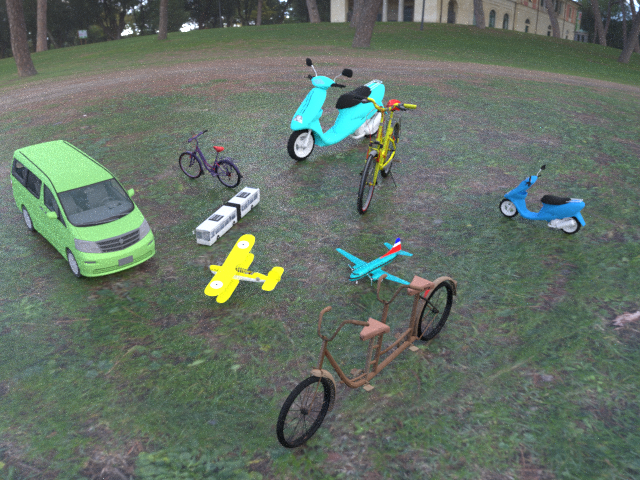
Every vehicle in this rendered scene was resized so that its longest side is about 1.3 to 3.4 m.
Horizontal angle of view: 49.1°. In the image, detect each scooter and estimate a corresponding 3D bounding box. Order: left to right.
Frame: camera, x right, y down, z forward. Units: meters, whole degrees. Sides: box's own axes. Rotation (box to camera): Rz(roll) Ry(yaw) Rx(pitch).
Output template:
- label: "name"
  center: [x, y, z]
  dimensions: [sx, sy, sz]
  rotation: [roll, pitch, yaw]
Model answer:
- label: "scooter"
  center: [0.385, -2.691, 13.994]
  dimensions: [2.721, 1.786, 1.288]
  rotation: [-24, 36, -37]
- label: "scooter"
  center: [3.542, -0.639, 11.106]
  dimensions: [1.399, 0.919, 0.662]
  rotation: [19, 34, 31]

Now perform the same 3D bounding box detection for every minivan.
- label: "minivan"
  center: [-3.661, -0.535, 10.620]
  dimensions: [1.324, 1.197, 3.011]
  rotation: [-21, 35, -34]

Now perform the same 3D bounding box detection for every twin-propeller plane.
- label: "twin-propeller plane"
  center: [0.794, 0.303, 9.899]
  dimensions: [1.095, 0.407, 1.370]
  rotation: [-25, 37, -38]

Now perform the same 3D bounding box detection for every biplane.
- label: "biplane"
  center: [-1.050, 0.472, 9.483]
  dimensions: [1.090, 0.504, 1.336]
  rotation: [9, 30, 16]

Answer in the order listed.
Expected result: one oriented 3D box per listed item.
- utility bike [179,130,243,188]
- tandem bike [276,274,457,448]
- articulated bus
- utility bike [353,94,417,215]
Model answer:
- label: "utility bike"
  center: [-2.014, -1.420, 12.525]
  dimensions: [1.435, 0.946, 0.535]
  rotation: [15, 32, 26]
- label: "tandem bike"
  center: [0.644, 1.029, 7.586]
  dimensions: [0.550, 1.326, 3.192]
  rotation: [22, 36, 35]
- label: "articulated bus"
  center: [-1.471, -0.414, 11.351]
  dimensions: [0.311, 0.289, 1.749]
  rotation: [11, 30, 19]
- label: "utility bike"
  center: [1.151, -1.646, 12.004]
  dimensions: [1.039, 1.839, 2.791]
  rotation: [8, 29, 15]
